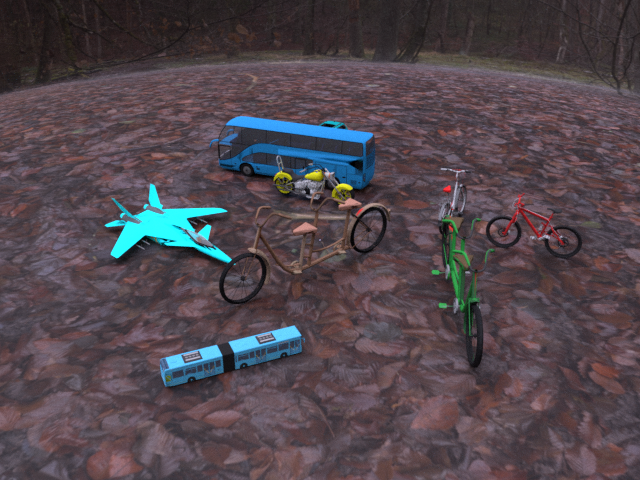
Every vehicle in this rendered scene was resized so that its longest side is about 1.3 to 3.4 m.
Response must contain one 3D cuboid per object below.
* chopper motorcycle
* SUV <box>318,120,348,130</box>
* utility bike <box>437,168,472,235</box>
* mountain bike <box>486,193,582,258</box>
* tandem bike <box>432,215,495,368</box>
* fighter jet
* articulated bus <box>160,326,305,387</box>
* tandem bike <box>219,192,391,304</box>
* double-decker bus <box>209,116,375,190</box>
[{"bbox_3d":[-0.119,-1.075,12.704,1.563,0.761,0.466,11,30,19],"label":"chopper motorcycle"},{"bbox_3d":[0.068,-2.096,14.821,0.656,0.580,1.572,14,31,24],"label":"SUV"},{"bbox_3d":[2.204,-0.706,11.812,0.535,0.946,1.435,14,31,25],"label":"utility bike"},{"bbox_3d":[3.345,-0.191,10.924,1.469,0.868,0.573,11,30,19],"label":"mountain bike"},{"bbox_3d":[1.900,0.354,9.409,0.550,1.326,3.192,1,28,1],"label":"tandem bike"},{"bbox_3d":[-2.261,-0.196,11.265,2.640,0.557,2.229,23,36,36],"label":"fighter jet"},{"bbox_3d":[-1.049,1.406,8.532,1.749,0.289,0.311,-12,30,-21],"label":"articulated bus"},{"bbox_3d":[-0.117,-0.060,10.190,3.192,1.326,0.550,-21,34,-34],"label":"tandem bike"},{"bbox_3d":[-0.538,-1.711,13.594,3.251,1.052,0.756,11,30,19],"label":"double-decker bus"}]
